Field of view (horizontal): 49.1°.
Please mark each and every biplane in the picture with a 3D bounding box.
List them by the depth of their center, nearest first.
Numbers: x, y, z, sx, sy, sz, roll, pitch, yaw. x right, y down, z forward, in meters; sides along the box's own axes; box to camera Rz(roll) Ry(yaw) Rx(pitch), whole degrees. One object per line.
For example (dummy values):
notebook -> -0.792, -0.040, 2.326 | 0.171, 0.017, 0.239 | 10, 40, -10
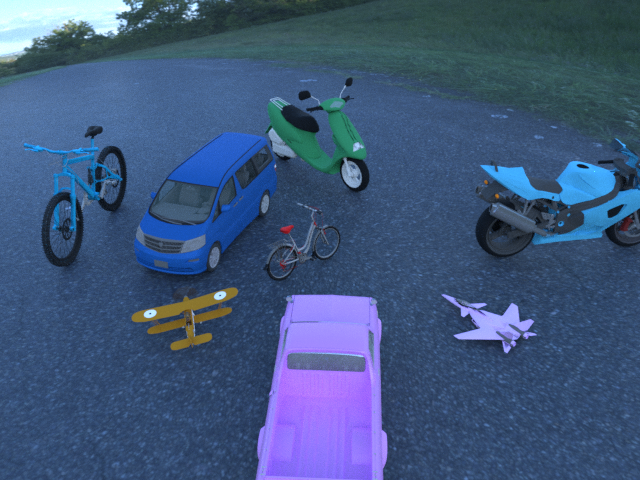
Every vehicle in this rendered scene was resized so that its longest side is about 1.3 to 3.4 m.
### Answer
biplane -> -1.652, 1.013, 8.708 | 1.336, 0.504, 1.090 | -7, 30, -11

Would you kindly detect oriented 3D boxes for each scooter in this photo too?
scooter -> -0.094, -2.033, 12.738 | 1.288, 1.786, 2.721 | -25, 38, -37

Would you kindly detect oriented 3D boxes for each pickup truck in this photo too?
pickup truck -> 0.068, 1.486, 7.390 | 1.244, 0.993, 3.117 | 2, 30, 3

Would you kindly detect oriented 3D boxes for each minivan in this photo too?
minivan -> -1.717, -0.634, 10.888 | 1.324, 1.197, 3.011 | 10, 31, 17

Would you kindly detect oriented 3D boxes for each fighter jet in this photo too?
fighter jet -> 2.083, 0.935, 9.063 | 1.147, 0.286, 1.358 | -21, 36, -32

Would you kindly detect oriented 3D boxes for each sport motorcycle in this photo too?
sport motorcycle -> 3.706, -0.537, 10.317 | 2.955, 1.596, 0.983 | -4, 30, -7

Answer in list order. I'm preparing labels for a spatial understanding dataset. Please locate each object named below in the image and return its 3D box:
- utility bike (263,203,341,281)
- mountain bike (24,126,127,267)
utility bike -> -0.277, -0.007, 10.045 | 1.435, 0.946, 0.535 | -23, 37, -35
mountain bike -> -3.608, -0.850, 10.772 | 1.114, 1.688, 2.857 | 4, 30, 7
